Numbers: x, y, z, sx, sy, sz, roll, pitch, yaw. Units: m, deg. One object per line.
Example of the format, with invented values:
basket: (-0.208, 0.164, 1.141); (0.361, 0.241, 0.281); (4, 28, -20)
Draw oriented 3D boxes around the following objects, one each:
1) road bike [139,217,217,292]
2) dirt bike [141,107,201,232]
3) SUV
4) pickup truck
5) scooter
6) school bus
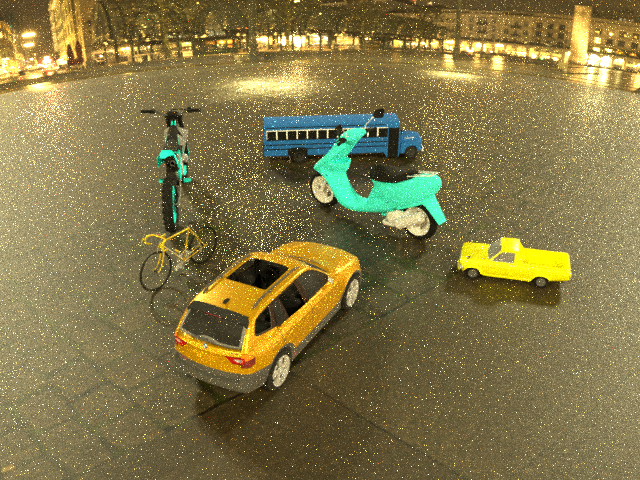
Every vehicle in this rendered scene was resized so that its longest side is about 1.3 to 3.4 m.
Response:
road bike: (-2.031, 0.145, 10.123); (0.358, 0.852, 1.545); (18, 33, 31)
dirt bike: (-2.535, -1.379, 12.131); (1.024, 1.666, 2.903); (-2, 28, -4)
SUV: (-0.552, 0.710, 8.762); (1.276, 1.128, 3.058); (14, 31, 24)
pickup truck: (2.836, 0.285, 10.224); (1.603, 0.511, 0.640); (7, 29, 13)
scooter: (0.880, -1.092, 11.462); (2.721, 1.786, 1.288); (21, 35, 35)
school bus: (0.478, -2.126, 14.420); (3.322, 0.844, 0.709); (-3, 28, -5)
